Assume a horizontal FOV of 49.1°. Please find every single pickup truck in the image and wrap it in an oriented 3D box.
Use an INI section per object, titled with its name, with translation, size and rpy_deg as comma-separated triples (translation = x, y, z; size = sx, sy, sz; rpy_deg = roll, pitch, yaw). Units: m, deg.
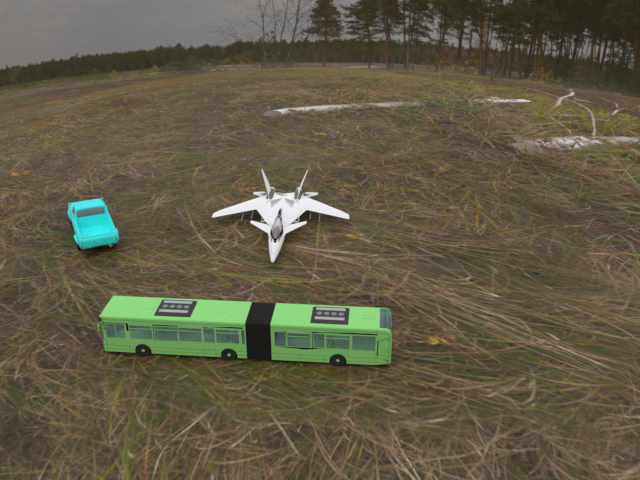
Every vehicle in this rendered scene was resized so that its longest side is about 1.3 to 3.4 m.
[pickup truck]
translation = -3.573, -0.301, 10.971
size = 0.640, 0.511, 1.603
rpy_deg = -11, 29, -21

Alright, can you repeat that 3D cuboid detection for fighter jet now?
[fighter jet]
translation = -0.646, -0.423, 11.163
size = 2.229, 0.557, 2.640
rpy_deg = 1, 27, 1

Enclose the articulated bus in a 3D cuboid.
[articulated bus]
translation = -0.870, 1.053, 8.201
size = 3.401, 0.561, 0.605
rpy_deg = 2, 27, 4
